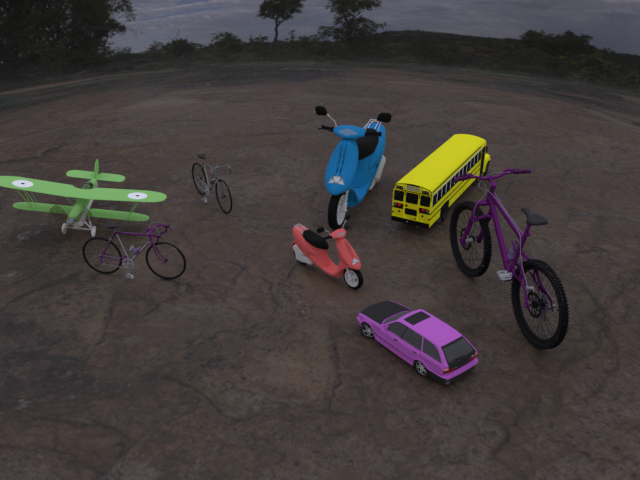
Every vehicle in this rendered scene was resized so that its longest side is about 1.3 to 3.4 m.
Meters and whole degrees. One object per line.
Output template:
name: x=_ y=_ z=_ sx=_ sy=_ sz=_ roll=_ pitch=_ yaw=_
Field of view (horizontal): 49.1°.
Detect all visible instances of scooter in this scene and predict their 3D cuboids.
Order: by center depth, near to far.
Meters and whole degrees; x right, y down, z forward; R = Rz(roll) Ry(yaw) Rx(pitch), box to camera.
scooter: x=0.082 y=0.095 z=9.874 sx=1.399 sy=0.919 sz=0.662 roll=24 pitch=36 yaw=38
scooter: x=0.629 y=-1.435 z=11.888 sx=1.288 sy=1.786 sz=2.721 roll=9 pitch=29 yaw=18

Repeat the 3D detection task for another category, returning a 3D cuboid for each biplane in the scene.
biplane: x=-3.755 y=-0.696 z=11.336 sx=2.598 sy=0.981 sz=2.120 roll=-2 pitch=27 yaw=-4

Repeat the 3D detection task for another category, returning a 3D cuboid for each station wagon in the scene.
station wagon: x=1.127 y=1.112 z=8.394 sx=0.682 sy=0.473 sz=1.597 roll=-20 pitch=33 yaw=-33

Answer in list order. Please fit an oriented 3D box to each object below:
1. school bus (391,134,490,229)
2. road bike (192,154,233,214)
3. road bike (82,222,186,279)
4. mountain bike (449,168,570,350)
school bus: x=2.243 y=-1.139 z=12.341 sx=0.709 sy=0.844 sz=3.322 roll=14 pitch=31 yaw=26
road bike: x=-1.892 y=-1.027 z=12.116 sx=0.358 sy=0.852 sz=1.545 roll=-17 pitch=32 yaw=-30
road bike: x=-2.635 y=0.146 z=9.849 sx=1.545 sy=0.852 sz=0.358 roll=4 pitch=28 yaw=8
mountain bike: x=2.372 y=0.111 z=9.007 sx=1.114 sy=1.688 sz=2.857 roll=-8 pitch=28 yaw=-15
